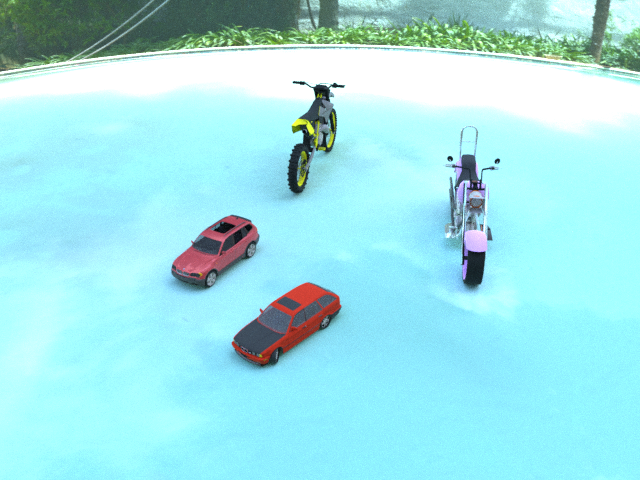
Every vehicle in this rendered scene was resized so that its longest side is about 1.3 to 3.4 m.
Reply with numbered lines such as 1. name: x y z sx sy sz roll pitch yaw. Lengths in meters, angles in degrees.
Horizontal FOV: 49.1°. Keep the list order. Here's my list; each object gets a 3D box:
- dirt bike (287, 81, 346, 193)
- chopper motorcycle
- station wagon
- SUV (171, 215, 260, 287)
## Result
1. dirt bike: -0.114 -2.105 13.345 1.024 1.666 2.903 8 31 14
2. chopper motorcycle: 2.347 -0.617 10.916 0.906 1.480 3.040 3 30 6
3. station wagon: -0.421 1.024 9.048 0.682 0.473 1.597 23 37 34
4. SUV: -1.556 0.127 10.519 0.656 0.580 1.572 17 34 27
